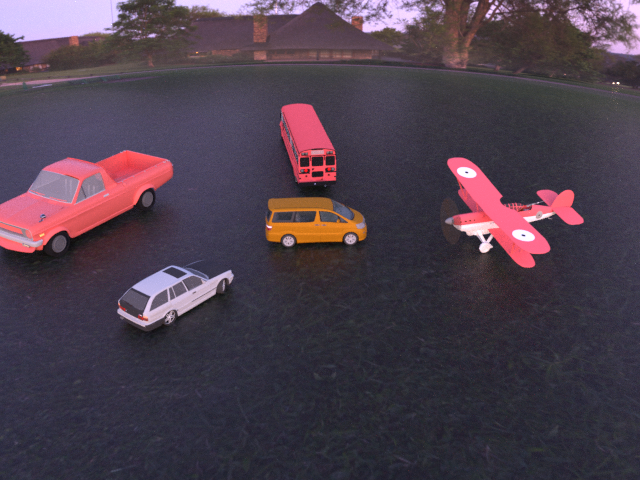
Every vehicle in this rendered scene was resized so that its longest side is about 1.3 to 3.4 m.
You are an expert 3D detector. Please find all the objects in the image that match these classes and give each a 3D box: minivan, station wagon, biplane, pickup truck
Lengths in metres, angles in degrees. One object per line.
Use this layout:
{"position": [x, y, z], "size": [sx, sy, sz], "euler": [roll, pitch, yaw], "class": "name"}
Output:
{"position": [-0.058, -0.304, 10.683], "size": [1.548, 0.616, 0.681], "euler": [-2, 27, -4], "class": "minivan"}
{"position": [-1.832, 0.607, 9.065], "size": [0.682, 0.473, 1.597], "euler": [19, 33, 33], "class": "station wagon"}
{"position": [2.838, -0.357, 10.386], "size": [2.120, 0.981, 2.598], "euler": [-8, 28, -15], "class": "biplane"}
{"position": [-3.752, -0.772, 11.181], "size": [1.244, 0.993, 3.117], "euler": [15, 31, 26], "class": "pickup truck"}

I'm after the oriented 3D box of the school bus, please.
{"position": [-0.298, -1.925, 13.588], "size": [0.709, 0.844, 3.322], "euler": [-4, 27, -8], "class": "school bus"}
